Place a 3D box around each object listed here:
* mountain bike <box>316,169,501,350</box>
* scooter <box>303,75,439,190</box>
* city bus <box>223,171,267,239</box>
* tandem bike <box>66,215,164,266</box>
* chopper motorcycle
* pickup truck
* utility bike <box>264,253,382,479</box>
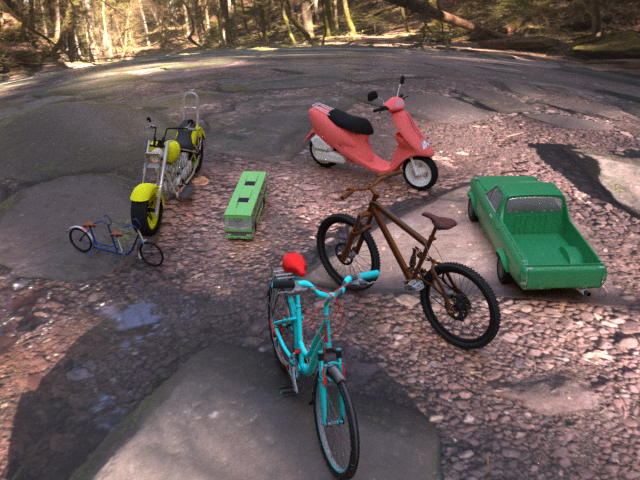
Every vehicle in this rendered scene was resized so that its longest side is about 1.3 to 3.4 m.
[{"bbox_3d":[0.995,0.205,8.578,2.857,1.688,1.114,26,38,38],"label":"mountain bike"},{"bbox_3d":[0.873,-1.936,12.368,2.721,1.786,1.288,17,33,28],"label":"scooter"},{"bbox_3d":[-1.168,-0.568,11.257,0.476,0.460,1.674,2,29,4],"label":"city bus"},{"bbox_3d":[-2.970,-0.028,10.044,1.642,0.682,0.283,10,30,18],"label":"tandem bike"},{"bbox_3d":[-2.498,-1.333,11.590,0.906,1.480,3.040,4,29,7],"label":"chopper motorcycle"},{"bbox_3d":[3.024,-0.253,10.132,1.244,0.993,3.117,-1,29,-2],"label":"pickup truck"},{"bbox_3d":[-0.052,0.944,7.077,1.039,1.839,2.791,-10,30,-17],"label":"utility bike"}]
